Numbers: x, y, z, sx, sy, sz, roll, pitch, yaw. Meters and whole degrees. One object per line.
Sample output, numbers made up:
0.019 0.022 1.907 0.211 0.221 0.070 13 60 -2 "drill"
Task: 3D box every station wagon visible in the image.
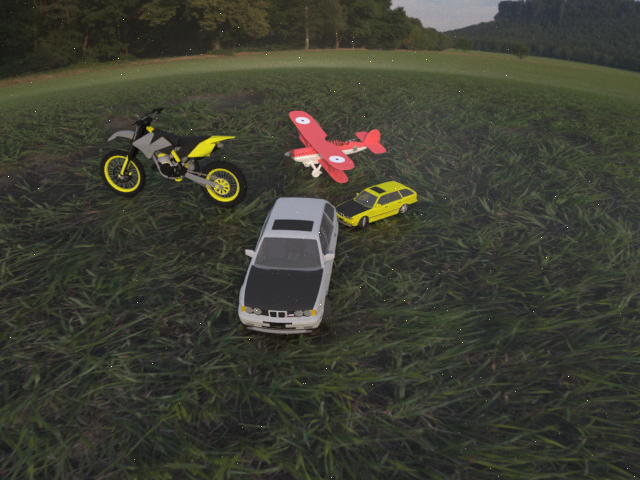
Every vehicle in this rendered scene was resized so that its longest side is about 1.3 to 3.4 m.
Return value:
-0.399 0.215 10.273 1.327 0.920 3.105 3 27 5 "station wagon"
0.994 -0.673 12.485 1.597 0.473 0.682 -19 33 -32 "station wagon"

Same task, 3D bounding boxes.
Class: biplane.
0.287 -1.830 14.178 2.120 0.981 2.598 -11 29 -21 "biplane"

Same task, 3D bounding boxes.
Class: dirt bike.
-2.721 -1.450 12.691 2.903 1.666 1.024 7 28 13 "dirt bike"
